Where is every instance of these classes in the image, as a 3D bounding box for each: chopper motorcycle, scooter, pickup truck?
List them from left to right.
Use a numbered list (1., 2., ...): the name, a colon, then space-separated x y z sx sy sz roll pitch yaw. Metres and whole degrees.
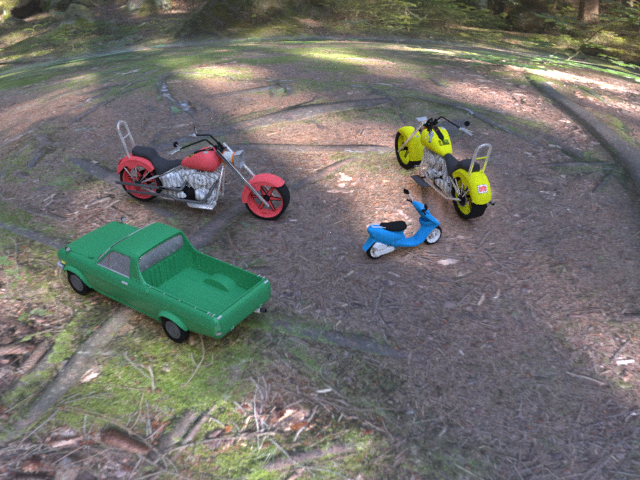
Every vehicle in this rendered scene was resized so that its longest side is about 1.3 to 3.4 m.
1. pickup truck: -2.182 0.418 9.523 3.117 0.993 1.244 19 36 29
2. chopper motorcycle: -1.996 -1.162 11.674 3.040 1.480 0.906 7 32 12
3. scooter: 1.287 -0.216 10.647 1.399 0.919 0.662 -14 34 -22
4. chopper motorcycle: 2.085 -1.507 12.247 0.906 1.480 3.040 -11 33 -17
